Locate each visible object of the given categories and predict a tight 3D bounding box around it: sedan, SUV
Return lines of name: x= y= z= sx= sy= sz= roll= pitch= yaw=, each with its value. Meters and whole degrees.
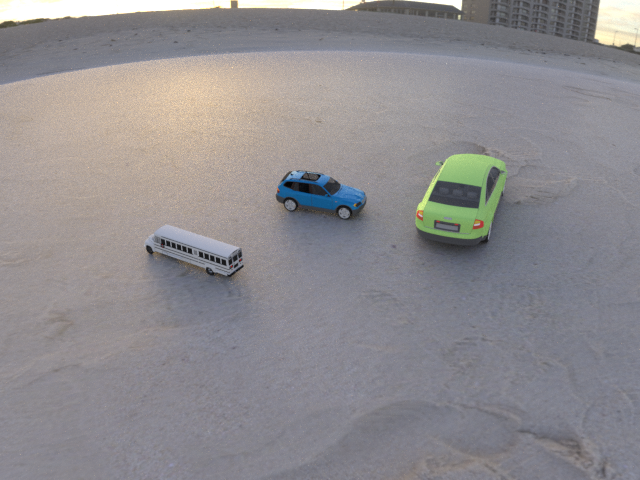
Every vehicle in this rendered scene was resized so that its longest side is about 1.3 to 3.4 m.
sedan: x=2.457 y=-0.888 z=11.832 sx=1.235 sy=0.940 sz=3.137 roll=10 pitch=31 yaw=18
SUV: x=0.018 y=-0.813 z=12.066 sx=1.572 sy=0.580 sz=0.656 roll=9 pitch=31 yaw=16

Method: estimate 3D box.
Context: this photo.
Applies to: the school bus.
school bus: x=-1.941 y=0.137 z=10.527 sx=1.708 sy=0.434 sz=0.365 roll=16 pitch=33 yaw=27
